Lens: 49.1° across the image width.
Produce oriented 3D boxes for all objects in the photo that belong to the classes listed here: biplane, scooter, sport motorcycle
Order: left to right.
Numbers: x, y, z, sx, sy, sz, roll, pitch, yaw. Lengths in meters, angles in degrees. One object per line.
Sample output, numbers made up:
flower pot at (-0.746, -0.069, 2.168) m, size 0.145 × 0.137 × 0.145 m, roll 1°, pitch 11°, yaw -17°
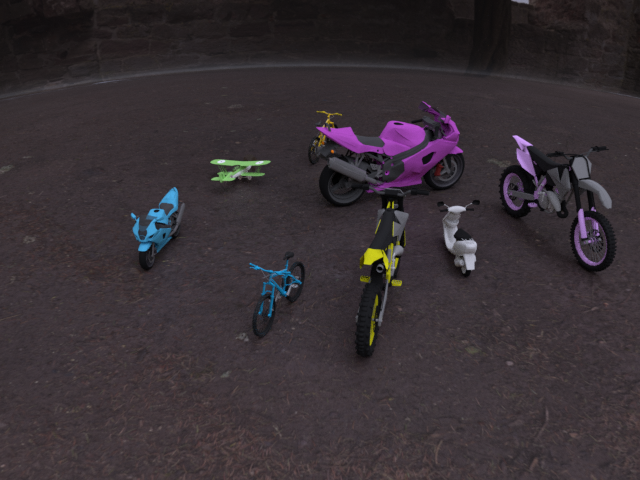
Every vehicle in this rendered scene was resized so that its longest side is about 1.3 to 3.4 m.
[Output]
sport motorcycle at (-2.481, -0.189, 10.824) m, size 0.506 × 0.821 × 1.520 m, roll 5°, pitch 28°, yaw 9°
biplane at (-1.609, -1.299, 13.328) m, size 1.336 × 0.504 × 1.090 m, roll 14°, pitch 30°, yaw 25°
sport motorcycle at (1.320, -1.502, 12.530) m, size 2.955 × 1.596 × 0.983 m, roll -10°, pitch 29°, yaw -18°
scooter at (2.095, -0.106, 10.557) m, size 0.662 × 0.919 × 1.399 m, roll -3°, pitch 27°, yaw -5°

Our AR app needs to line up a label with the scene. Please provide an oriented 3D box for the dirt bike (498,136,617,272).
dirt bike at (3.698, -0.741, 10.973) m, size 1.024 × 1.666 × 2.903 m, roll -9°, pitch 29°, yaw -17°

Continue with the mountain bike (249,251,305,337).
mountain bike at (-0.528, 0.625, 9.190) m, size 0.573 × 0.868 × 1.469 m, roll 11°, pitch 29°, yaw 21°

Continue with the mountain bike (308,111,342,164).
mountain bike at (0.087, -2.164, 14.613) m, size 0.573 × 0.868 × 1.469 m, roll 12°, pitch 29°, yaw 21°

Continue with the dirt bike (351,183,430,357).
dirt bike at (0.832, 0.182, 9.179) m, size 1.024 × 1.666 × 2.903 m, roll 7°, pitch 28°, yaw 13°
